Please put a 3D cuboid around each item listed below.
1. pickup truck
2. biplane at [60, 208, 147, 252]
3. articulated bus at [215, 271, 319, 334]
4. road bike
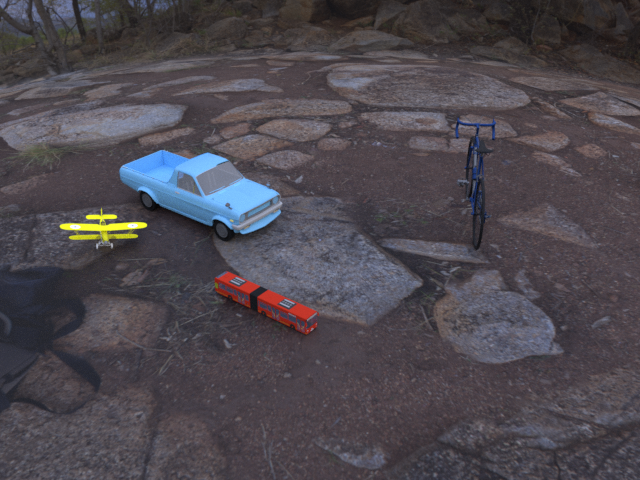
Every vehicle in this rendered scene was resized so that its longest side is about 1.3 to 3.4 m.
[{"bbox_3d":[-2.166,-0.973,12.439,3.117,0.993,1.244,21,35,32],"label":"pickup truck"},{"bbox_3d":[-3.544,-0.181,11.536,1.336,0.504,1.090,-10,31,-17],"label":"biplane"},{"bbox_3d":[-0.783,0.871,9.899,1.749,0.289,0.311,21,35,32],"label":"articulated bus"},{"bbox_3d":[2.663,-1.086,11.965,0.697,1.656,3.004,3,30,6],"label":"road bike"}]
